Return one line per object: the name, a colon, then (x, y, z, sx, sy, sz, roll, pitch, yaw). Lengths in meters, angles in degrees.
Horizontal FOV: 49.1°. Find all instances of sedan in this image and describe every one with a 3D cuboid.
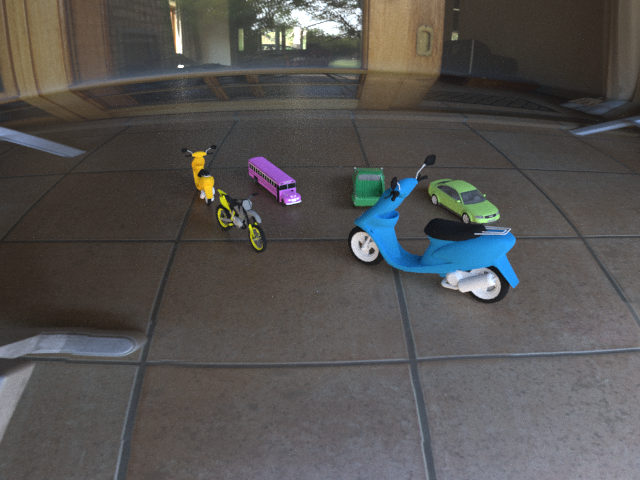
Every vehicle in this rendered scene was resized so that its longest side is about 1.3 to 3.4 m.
sedan: (2.583, -0.742, 12.622, 0.635, 0.483, 1.613, -13, 30, -24)

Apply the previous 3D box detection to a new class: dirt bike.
dirt bike: (-1.311, -0.376, 11.489, 0.527, 0.857, 1.493, -19, 33, -33)

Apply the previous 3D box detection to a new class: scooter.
scooter: (-2.214, -1.268, 13.175, 0.662, 0.919, 1.399, -9, 28, -17)
scooter: (1.571, -0.157, 10.034, 2.721, 1.786, 1.288, 17, 32, 30)

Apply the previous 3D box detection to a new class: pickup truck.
pickup truck: (0.920, -1.034, 13.166, 0.640, 0.511, 1.603, 1, 27, 2)

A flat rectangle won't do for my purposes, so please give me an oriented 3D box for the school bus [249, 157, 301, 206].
school bus: (-0.877, -1.130, 13.439, 0.365, 0.434, 1.708, -14, 30, -25)
